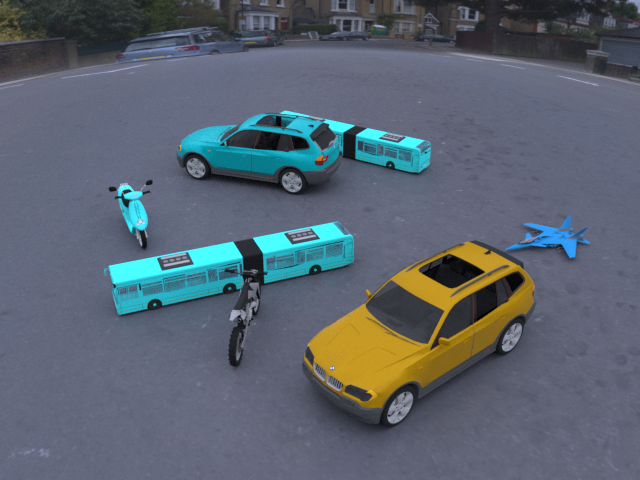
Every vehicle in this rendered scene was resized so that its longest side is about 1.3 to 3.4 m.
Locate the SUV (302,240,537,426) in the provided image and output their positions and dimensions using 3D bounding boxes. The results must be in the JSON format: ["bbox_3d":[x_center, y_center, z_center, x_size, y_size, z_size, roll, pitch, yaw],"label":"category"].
[{"bbox_3d":[1.215,0.927,8.054,3.058,1.128,1.276,-22,36,-34],"label":"SUV"}]

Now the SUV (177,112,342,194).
[{"bbox_3d":[-1.122,-1.704,12.789,3.058,1.128,1.276,10,31,17],"label":"SUV"}]

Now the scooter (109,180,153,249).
[{"bbox_3d":[-2.914,-0.521,10.875,0.662,0.919,1.399,-13,32,-22],"label":"scooter"}]

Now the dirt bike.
[{"bbox_3d":[-0.915,0.822,8.522,0.527,0.857,1.493,4,29,7],"label":"dirt bike"}]

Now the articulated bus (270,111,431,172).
[{"bbox_3d":[0.536,-1.969,13.850,3.401,0.561,0.605,17,33,28],"label":"articulated bus"}]

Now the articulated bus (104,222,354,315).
[{"bbox_3d":[-1.172,0.353,9.671,3.401,0.561,0.605,-11,31,-20],"label":"articulated bus"}]

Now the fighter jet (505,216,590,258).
[{"bbox_3d":[3.400,-0.046,10.672,1.358,0.286,1.147,-11,31,-19],"label":"fighter jet"}]
